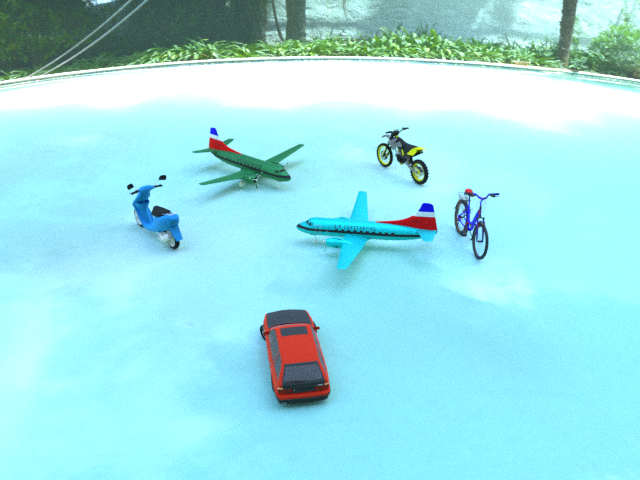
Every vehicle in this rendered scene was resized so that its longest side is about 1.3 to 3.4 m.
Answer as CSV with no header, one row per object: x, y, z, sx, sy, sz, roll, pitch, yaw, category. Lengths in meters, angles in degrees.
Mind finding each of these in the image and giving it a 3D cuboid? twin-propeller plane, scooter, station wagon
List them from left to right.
-2.528,-0.451,10.724,0.662,0.919,1.399,-21,34,-35,scooter
-1.338,-1.519,12.935,2.129,0.792,2.663,21,34,35,twin-propeller plane
-0.298,1.210,7.983,0.682,0.473,1.597,-4,28,-9,station wagon
0.685,-0.251,10.473,2.129,0.792,2.663,4,28,8,twin-propeller plane

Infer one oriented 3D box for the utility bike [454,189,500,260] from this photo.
2.327,-0.365,10.526,0.535,0.946,1.435,-4,27,-7,utility bike

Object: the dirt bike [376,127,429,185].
1.522,-1.608,13.038,0.527,0.857,1.493,-17,32,-29,dirt bike
